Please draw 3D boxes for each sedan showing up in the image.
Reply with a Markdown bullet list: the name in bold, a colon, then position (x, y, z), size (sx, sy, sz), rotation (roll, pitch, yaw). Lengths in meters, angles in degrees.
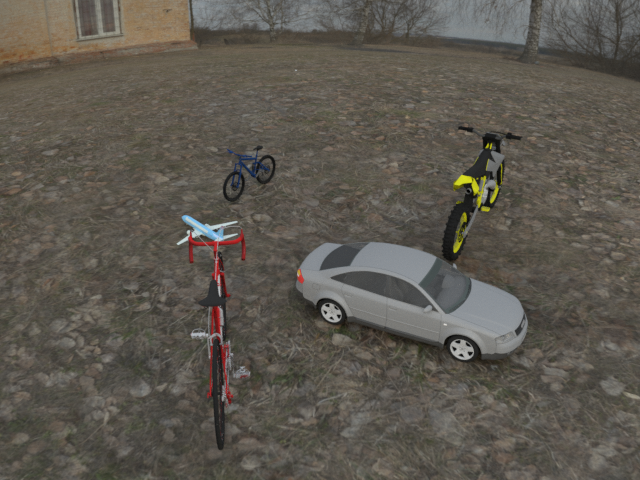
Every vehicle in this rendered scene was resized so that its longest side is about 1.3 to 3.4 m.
- **sedan**: position (1.190, 0.676, 9.345), size (3.137, 0.940, 1.235), rotation (14, 33, 23)

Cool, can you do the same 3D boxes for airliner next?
- **airliner**: position (-1.927, -0.258, 11.498), size (1.161, 0.429, 1.307), rotation (-24, 37, -35)

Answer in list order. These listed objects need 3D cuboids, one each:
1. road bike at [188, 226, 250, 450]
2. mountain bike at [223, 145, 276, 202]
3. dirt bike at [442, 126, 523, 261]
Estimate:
- **road bike**: position (-1.174, 0.963, 8.119), size (0.696, 1.656, 3.004), rotation (-3, 30, -5)
- **mountain bike**: position (-1.290, -1.286, 12.857), size (0.573, 0.868, 1.469), rotation (19, 35, 30)
- **dirt bike**: position (2.566, -0.892, 11.361), size (1.024, 1.666, 2.903), rotation (15, 33, 24)
